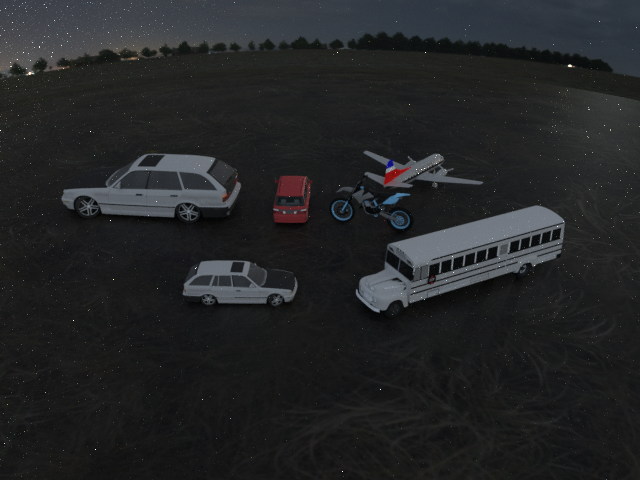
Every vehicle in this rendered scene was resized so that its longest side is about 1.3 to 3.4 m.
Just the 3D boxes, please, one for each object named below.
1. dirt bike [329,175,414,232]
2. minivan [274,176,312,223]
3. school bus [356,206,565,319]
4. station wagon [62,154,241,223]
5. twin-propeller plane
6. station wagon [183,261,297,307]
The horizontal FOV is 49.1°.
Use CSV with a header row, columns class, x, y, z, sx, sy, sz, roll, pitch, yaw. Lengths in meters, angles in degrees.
class,x,y,z,sx,sy,sz,roll,pitch,yaw
dirt bike,0.861,-0.598,11.798,1.493,0.857,0.527,9,29,18
minivan,-0.488,-0.814,12.477,0.681,0.616,1.548,1,27,2
school bus,2.065,0.266,10.143,3.322,0.844,0.709,-14,30,-25
station wagon,-3.028,-1.003,12.512,3.105,0.920,1.327,3,28,5
twin-propeller plane,1.827,-1.409,13.435,2.663,0.792,2.129,20,34,34
station wagon,-1.122,0.585,9.931,1.597,0.473,0.682,1,27,1
